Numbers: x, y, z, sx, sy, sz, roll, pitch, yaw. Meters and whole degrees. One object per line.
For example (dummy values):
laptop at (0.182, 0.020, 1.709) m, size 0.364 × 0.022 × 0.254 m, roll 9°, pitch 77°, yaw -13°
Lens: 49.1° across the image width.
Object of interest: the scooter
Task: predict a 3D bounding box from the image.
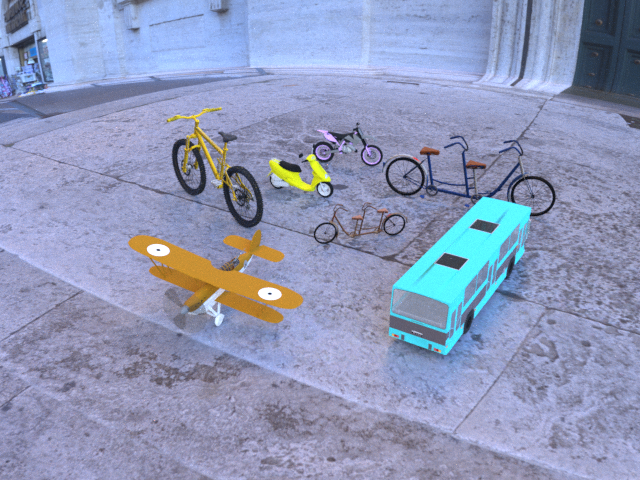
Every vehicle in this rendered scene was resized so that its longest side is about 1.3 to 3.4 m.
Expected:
scooter at (-0.387, -1.318, 13.260) m, size 1.399 × 0.919 × 0.662 m, roll 12°, pitch 30°, yaw 21°

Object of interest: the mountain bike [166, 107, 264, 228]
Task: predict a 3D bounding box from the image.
mountain bike at (-1.894, -1.321, 12.445) m, size 1.114 × 1.688 × 2.857 m, roll -22°, pitch 35°, yaw -35°

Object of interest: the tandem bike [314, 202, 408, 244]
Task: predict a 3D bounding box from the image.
tandem bike at (0.690, -0.307, 11.606) m, size 1.642 × 0.682 × 0.283 m, roll -7°, pitch 29°, yaw -13°

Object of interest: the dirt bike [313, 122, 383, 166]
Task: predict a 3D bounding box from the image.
dirt bike at (0.578, -1.978, 14.571) m, size 1.493 × 0.857 × 0.527 m, roll 6°, pitch 29°, yaw 11°

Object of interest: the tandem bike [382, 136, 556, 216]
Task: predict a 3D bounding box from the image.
tandem bike at (2.649, -1.232, 12.662) m, size 3.192 × 1.326 × 0.550 m, roll 11°, pitch 30°, yaw 20°

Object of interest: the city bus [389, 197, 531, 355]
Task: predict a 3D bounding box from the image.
city bus at (2.085, 0.428, 9.991) m, size 0.926 × 0.894 × 3.255 m, roll 16°, pitch 32°, yaw 28°

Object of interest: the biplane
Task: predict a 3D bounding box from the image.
biplane at (-1.295, 0.515, 9.734) m, size 2.598 × 0.981 × 2.120 m, roll 12°, pitch 30°, yaw 21°
